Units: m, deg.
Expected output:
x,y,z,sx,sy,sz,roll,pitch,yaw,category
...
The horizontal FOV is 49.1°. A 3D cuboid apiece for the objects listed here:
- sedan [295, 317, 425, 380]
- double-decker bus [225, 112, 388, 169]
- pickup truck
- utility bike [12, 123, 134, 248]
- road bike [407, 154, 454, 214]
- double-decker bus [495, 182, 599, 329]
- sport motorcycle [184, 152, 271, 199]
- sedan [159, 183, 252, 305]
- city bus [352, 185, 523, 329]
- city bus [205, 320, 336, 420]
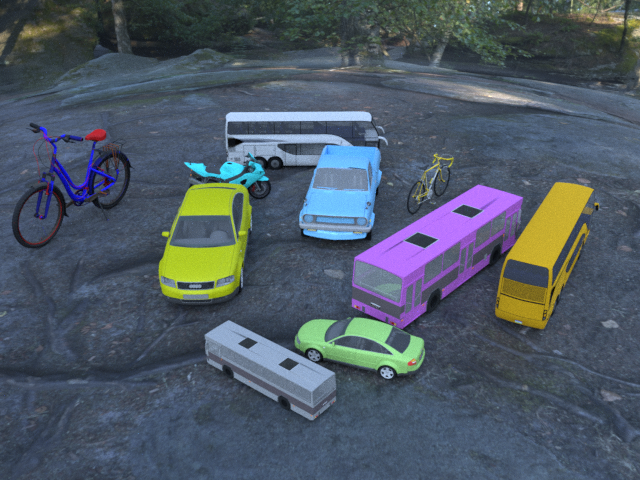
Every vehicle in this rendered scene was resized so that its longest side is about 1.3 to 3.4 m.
x,y,z,sx,sy,sz,roll,pitch,yaw,category
0.470,1.236,8.531,1.613,0.483,0.635,10,29,18,sedan
-0.280,-2.033,14.191,3.251,1.052,0.756,0,28,-1,double-decker bus
0.421,-0.997,12.266,1.244,0.993,3.117,3,28,6,pickup truck
-3.929,-1.057,11.466,1.039,1.839,2.791,13,30,23,utility bike
1.960,-1.027,12.476,0.358,0.852,1.545,19,33,32,road bike
3.342,0.091,10.114,0.756,1.052,3.251,14,31,26,double-decker bus
-1.646,-1.095,12.640,1.520,0.821,0.506,-4,28,-7,sport motorcycle
-1.694,-0.124,10.648,1.235,0.940,3.137,-1,28,-1,sedan
1.783,0.179,10.115,0.926,0.894,3.255,22,35,35,city bus
-0.598,1.490,8.069,1.674,0.460,0.476,20,34,34,city bus
